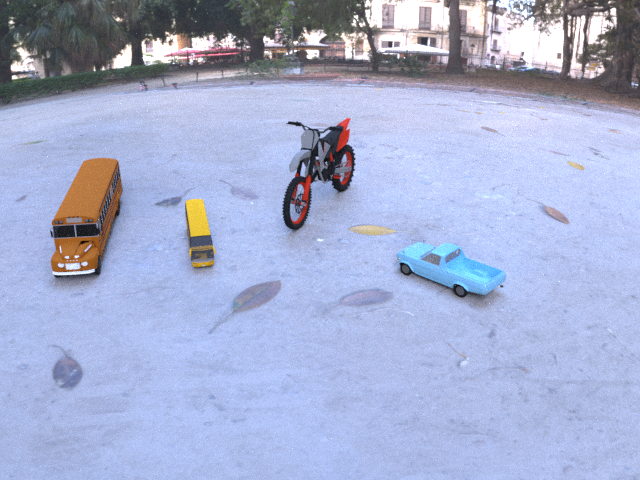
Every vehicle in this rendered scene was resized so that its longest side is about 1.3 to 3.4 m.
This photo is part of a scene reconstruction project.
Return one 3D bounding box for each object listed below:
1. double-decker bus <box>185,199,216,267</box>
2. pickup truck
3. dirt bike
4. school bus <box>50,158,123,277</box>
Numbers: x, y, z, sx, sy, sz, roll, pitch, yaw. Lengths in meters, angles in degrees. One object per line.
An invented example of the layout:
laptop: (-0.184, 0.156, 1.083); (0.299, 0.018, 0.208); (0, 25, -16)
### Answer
double-decker bus: (-1.942, -0.117, 11.216); (0.389, 0.541, 1.672); (-6, 26, -12)
pickup truck: (1.887, 0.369, 10.223); (1.603, 0.511, 0.640); (22, 33, 38)
dirt bike: (0.046, -1.341, 12.490); (1.024, 1.666, 2.903); (11, 27, 22)
school bus: (-3.807, -0.438, 11.540); (0.709, 0.844, 3.322); (-3, 25, -7)
